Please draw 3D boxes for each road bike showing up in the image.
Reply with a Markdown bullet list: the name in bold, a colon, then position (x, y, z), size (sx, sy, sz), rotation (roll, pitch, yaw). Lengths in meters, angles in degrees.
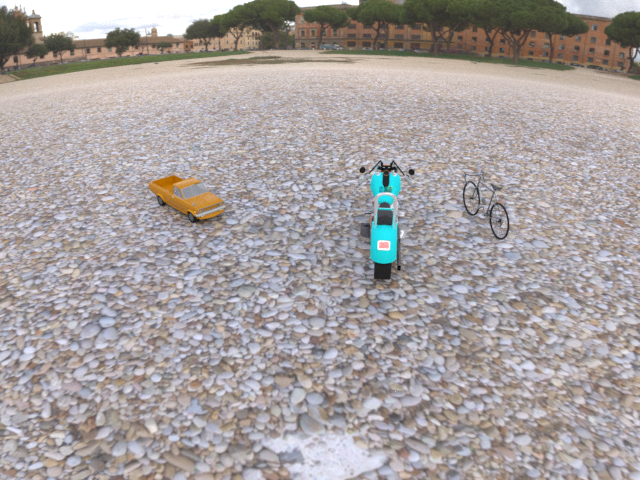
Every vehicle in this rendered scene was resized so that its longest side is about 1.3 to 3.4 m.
- **road bike**: position (2.713, -0.617, 11.468), size (0.358, 0.852, 1.545), rotation (-8, 28, -14)

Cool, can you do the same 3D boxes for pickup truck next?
- **pickup truck**: position (-2.337, -0.799, 12.206), size (0.640, 0.511, 1.603), rotation (-23, 35, -38)

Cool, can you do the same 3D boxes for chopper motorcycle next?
- **chopper motorcycle**: position (0.998, -0.573, 10.685), size (0.906, 1.480, 3.040), rotation (2, 27, 5)
